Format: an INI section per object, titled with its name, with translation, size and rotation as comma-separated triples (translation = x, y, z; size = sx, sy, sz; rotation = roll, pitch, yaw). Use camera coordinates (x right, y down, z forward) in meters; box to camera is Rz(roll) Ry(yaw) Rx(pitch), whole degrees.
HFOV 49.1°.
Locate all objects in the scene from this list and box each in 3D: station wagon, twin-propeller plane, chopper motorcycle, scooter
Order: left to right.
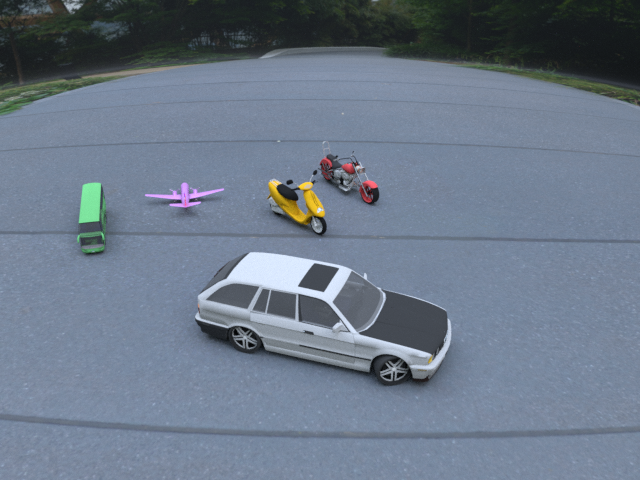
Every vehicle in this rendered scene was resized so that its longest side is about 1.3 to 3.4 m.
[twin-propeller plane]
translation = -2.357, -0.823, 12.209
size = 1.370, 0.407, 1.095
rotation = -5, 29, -9
[scooter]
translation = -0.392, -0.680, 11.405
size = 0.662, 0.919, 1.399
rotation = -25, 37, -38
[station wagon]
translation = 0.053, 0.847, 8.569
size = 3.105, 0.920, 1.327
rotation = 10, 30, 17
[chopper motorcycle]
translation = 0.513, -1.219, 12.571
size = 0.466, 0.761, 1.563
rotation = -20, 34, -32

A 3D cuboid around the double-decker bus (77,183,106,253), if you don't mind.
[double-decker bus]
translation = -3.635, -0.357, 11.203
size = 0.389, 0.541, 1.672
rotation = -7, 29, -13
